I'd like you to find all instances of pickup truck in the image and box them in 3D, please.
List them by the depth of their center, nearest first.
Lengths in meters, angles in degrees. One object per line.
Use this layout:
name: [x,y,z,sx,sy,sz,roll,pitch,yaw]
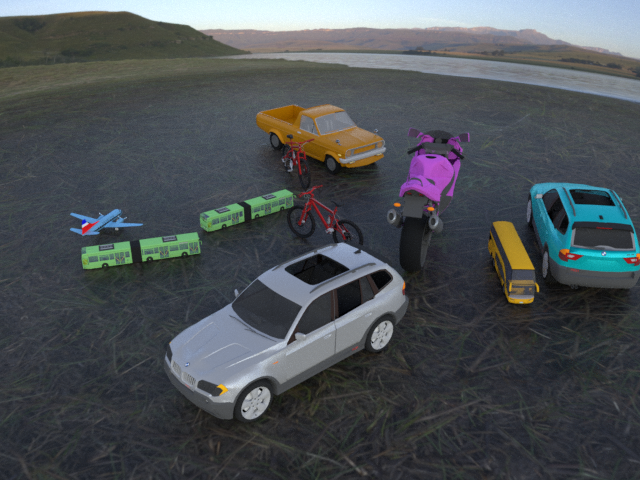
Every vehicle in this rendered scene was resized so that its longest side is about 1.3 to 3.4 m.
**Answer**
pickup truck: [-0.046,-2.304,14.723,1.244,0.993,3.117,-20,33,-35]

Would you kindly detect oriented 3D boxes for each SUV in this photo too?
SUV: [-0.315,0.916,8.117,3.058,1.128,1.276,-21,34,-36]
SUV: [3.924,-0.291,10.537,1.276,1.128,3.058,4,27,7]

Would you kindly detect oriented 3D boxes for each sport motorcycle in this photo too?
sport motorcycle: [1.668,-0.706,10.844,0.983,1.596,2.955,8,28,16]

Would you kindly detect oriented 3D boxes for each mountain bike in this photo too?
mountain bike: [0.061,-0.310,10.866,1.469,0.868,0.573,19,32,33]
mountain bike: [-0.468,-1.566,13.383,0.573,0.868,1.469,-10,28,-20]

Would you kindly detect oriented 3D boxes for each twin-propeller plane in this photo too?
twin-propeller plane: [-3.550,-0.329,11.421,1.370,0.407,1.095,9,28,17]

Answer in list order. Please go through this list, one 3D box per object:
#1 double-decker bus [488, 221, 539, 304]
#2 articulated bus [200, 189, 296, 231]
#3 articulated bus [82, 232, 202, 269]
double-decker bus: [2.724,0.312,9.985,0.389,0.541,1.672,1,27,2]
articulated bus: [-1.210,-0.511,11.918,1.749,0.289,0.311,-19,32,-33]
articulated bus: [-2.678,0.160,10.572,1.749,0.289,0.311,-8,28,-16]
